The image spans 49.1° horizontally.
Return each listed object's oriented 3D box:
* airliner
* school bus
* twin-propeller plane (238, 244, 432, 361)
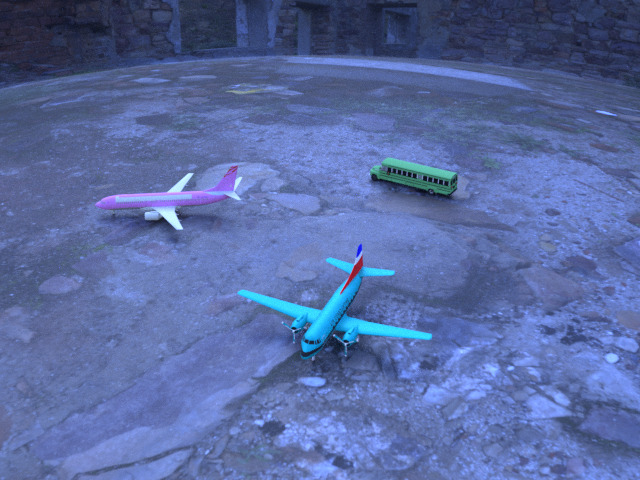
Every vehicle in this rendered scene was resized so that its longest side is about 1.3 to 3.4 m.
[{"bbox_3d":[-2.622,-0.861,12.089,2.541,0.835,2.257,-2,29,-4],"label":"airliner"},{"bbox_3d":[1.723,-1.203,13.123,1.708,0.434,0.365,17,33,28],"label":"school bus"},{"bbox_3d":[0.208,0.807,9.111,2.663,0.792,2.129,11,31,20],"label":"twin-propeller plane"}]
